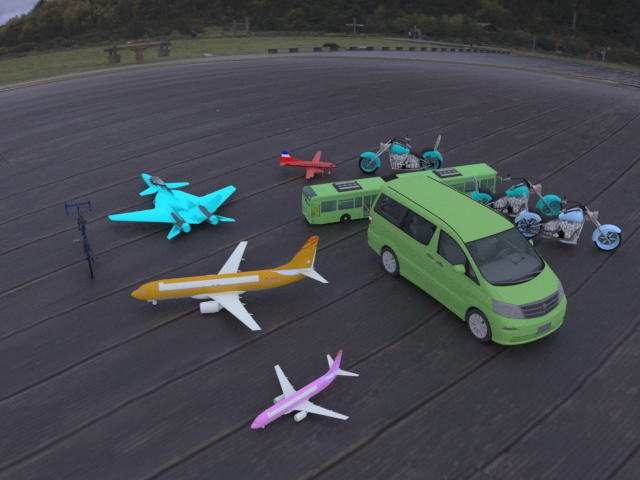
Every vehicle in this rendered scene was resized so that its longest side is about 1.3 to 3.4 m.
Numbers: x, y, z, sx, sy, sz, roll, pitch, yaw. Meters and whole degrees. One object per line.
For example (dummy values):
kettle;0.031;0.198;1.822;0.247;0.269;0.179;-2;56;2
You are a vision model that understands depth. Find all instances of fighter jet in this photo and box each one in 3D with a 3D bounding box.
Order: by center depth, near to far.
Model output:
fighter jet;-2.558;-0.842;11.876;2.229;0.557;2.640;-17;33;-29

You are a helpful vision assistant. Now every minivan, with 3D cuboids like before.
minivan;1.887;0.171;9.310;1.324;1.197;3.011;-16;32;-27

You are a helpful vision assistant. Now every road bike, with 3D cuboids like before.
road bike;-3.408;-0.061;10.107;0.358;0.852;1.545;-11;30;-19

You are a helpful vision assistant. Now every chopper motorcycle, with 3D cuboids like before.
chopper motorcycle;3.768;-0.278;10.609;1.563;0.761;0.466;9;29;16
chopper motorcycle;3.177;-0.699;11.395;1.563;0.761;0.466;0;28;0
chopper motorcycle;1.510;-1.600;13.075;1.563;0.761;0.466;1;28;2

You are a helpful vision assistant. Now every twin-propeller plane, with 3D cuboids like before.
twin-propeller plane;-0.209;-1.460;13.187;1.095;0.407;1.370;4;28;8

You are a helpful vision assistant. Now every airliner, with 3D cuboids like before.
airliner;-0.218;1.598;7.460;1.307;0.429;1.161;-23;36;-36
airliner;-1.222;0.412;9.244;2.541;0.835;2.257;-4;29;-8

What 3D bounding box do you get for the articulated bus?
articulated bus;1.390;-0.787;11.770;3.401;0.561;0.605;-9;29;-16
